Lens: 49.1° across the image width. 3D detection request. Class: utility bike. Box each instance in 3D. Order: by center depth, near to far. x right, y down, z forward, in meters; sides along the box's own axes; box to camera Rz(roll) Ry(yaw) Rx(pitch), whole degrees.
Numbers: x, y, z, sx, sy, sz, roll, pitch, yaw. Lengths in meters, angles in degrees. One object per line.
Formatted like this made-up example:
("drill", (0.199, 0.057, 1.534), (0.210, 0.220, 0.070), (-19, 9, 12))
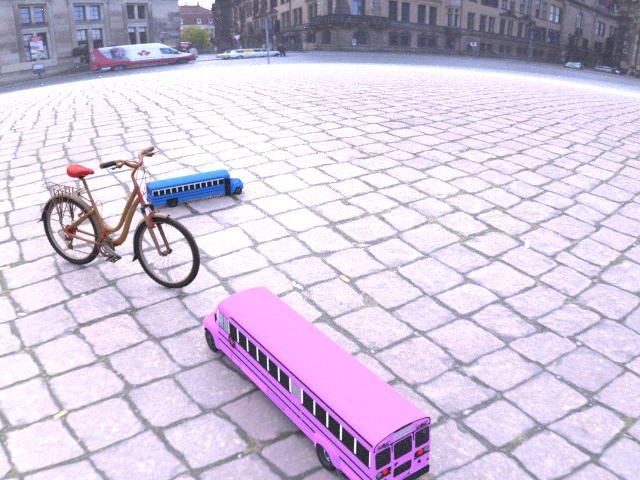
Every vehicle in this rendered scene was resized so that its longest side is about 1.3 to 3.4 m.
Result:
("utility bike", (-2.801, -0.392, 9.624), (2.791, 1.839, 1.039), (12, 29, 22))

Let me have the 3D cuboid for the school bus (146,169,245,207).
("school bus", (-2.153, -0.919, 12.222), (1.708, 0.434, 0.365), (-13, 30, -24))

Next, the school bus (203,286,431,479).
("school bus", (-0.234, 1.351, 7.280), (0.709, 0.844, 3.322), (-18, 32, -31))
